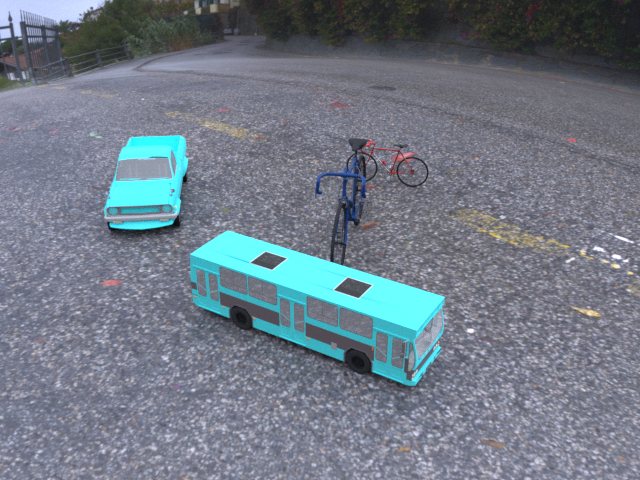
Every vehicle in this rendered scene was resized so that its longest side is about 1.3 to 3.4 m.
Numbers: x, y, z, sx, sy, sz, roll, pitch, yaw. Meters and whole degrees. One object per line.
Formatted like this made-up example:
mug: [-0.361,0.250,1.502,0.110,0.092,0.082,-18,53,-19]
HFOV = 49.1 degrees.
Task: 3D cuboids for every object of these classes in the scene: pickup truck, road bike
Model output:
pickup truck: [-3.014,-1.181,12.363,1.244,0.993,3.117,-3,29,-6]
road bike: [1.246,-1.424,12.960,1.545,0.852,0.358,7,29,13]
road bike: [0.460,-0.602,10.593,0.696,1.656,3.004,6,29,10]

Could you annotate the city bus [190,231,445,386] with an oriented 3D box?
city bus: [-0.116,0.809,8.781,3.255,0.894,0.926,16,32,27]
